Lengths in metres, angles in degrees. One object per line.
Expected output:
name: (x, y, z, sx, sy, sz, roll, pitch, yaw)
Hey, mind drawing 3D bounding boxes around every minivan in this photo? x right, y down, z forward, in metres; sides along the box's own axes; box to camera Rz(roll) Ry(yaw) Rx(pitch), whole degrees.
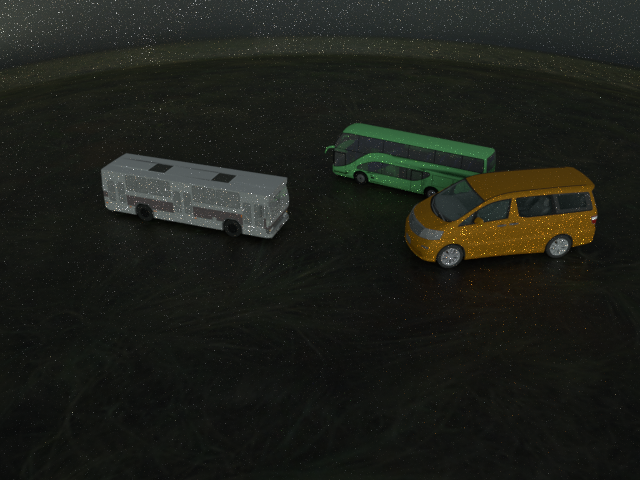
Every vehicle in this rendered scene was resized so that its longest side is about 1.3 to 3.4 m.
minivan: (2.909, -0.424, 11.384, 3.011, 1.197, 1.324, -5, 30, -9)

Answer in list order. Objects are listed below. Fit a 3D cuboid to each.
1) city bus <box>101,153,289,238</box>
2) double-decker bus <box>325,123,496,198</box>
city bus: (-2.197, -0.766, 12.295, 3.255, 0.894, 0.926, 10, 31, 17)
double-decker bus: (1.691, -1.483, 13.401, 3.251, 1.052, 0.756, 15, 33, 25)
